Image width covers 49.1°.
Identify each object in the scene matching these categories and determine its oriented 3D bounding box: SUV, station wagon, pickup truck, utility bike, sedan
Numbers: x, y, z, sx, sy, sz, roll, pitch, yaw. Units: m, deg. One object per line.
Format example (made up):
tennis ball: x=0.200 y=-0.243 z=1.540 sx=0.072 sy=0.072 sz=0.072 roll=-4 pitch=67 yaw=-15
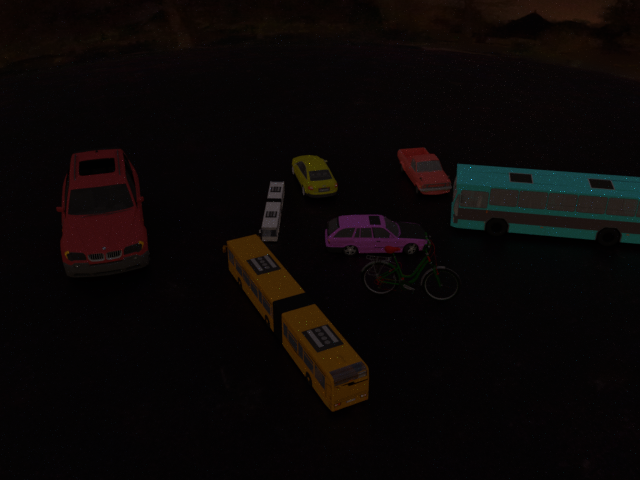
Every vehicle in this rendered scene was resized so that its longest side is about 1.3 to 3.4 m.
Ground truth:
SUV: x=-3.420 y=-0.524 z=11.009 sx=1.276 sy=1.128 sz=3.058 roll=-8 pitch=31 yaw=-14
station wagon: x=0.881 y=-0.108 z=10.946 sx=1.597 sy=0.473 sz=0.682 roll=-1 pitch=30 yaw=-1
pickup truck: x=1.927 y=-1.344 z=13.037 sx=0.640 sy=0.511 sz=1.603 roll=-5 pitch=31 yaw=-9
utility bike: x=1.237 y=0.375 z=9.643 sx=1.435 sy=0.946 sz=0.535 roll=5 pitch=31 yaw=9
sedan: x=-0.118 y=-1.255 z=12.911 sx=0.635 sy=0.483 sz=1.613 roll=-7 pitch=31 yaw=-12

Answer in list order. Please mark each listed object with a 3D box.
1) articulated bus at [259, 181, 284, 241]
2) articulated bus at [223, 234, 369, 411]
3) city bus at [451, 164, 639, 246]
articulated bus: x=-0.784 y=-0.511 z=11.824 sx=0.311 sy=0.289 sz=1.749 roll=1 pitch=30 yaw=1
articulated bus: x=-0.409 y=0.920 z=9.087 sx=0.605 sy=0.561 sz=3.401 roll=-14 pitch=33 yaw=-23
city bus: x=3.788 y=-0.550 z=11.288 sx=3.255 sy=0.894 sz=0.926 roll=5 pitch=31 yaw=9
